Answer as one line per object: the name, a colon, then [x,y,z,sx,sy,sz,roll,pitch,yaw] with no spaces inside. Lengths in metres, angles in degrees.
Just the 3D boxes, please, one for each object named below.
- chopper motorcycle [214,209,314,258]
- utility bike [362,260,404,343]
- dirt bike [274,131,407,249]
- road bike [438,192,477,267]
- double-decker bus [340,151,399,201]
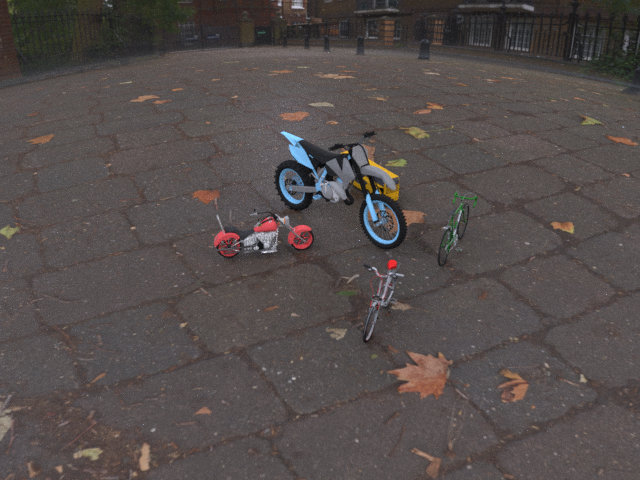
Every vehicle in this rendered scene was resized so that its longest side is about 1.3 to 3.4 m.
chopper motorcycle: [-0.861,-0.122,10.824,1.563,0.761,0.466,-7,30,-13]
utility bike: [0.864,0.687,9.176,0.535,0.946,1.435,11,31,19]
dirt bike: [0.275,-0.947,11.379,2.903,1.666,1.024,25,38,38]
road bike: [2.101,-0.207,10.885,0.358,0.852,1.545,14,32,23]
double-decker bus: [0.845,-1.194,12.984,0.389,0.541,1.672,-17,33,-27]
